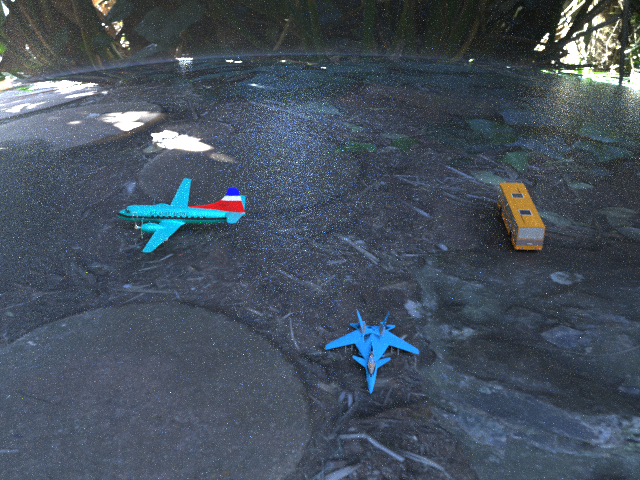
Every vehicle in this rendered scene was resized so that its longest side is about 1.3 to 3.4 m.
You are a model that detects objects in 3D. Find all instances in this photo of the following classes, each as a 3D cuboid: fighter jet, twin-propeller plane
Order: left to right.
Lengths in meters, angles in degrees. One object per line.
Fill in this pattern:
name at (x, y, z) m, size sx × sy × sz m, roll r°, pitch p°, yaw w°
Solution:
twin-propeller plane at (-2.270, -0.506, 11.340) m, size 2.129 × 0.792 × 2.663 m, roll 2°, pitch 29°, yaw 3°
fighter jet at (0.630, 1.340, 8.504) m, size 1.147 × 0.286 × 1.358 m, roll 2°, pitch 29°, yaw 4°

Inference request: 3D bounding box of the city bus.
city bus at (3.266, -0.390, 11.472) m, size 0.476 × 0.460 × 1.674 m, roll 1°, pitch 29°, yaw 3°
